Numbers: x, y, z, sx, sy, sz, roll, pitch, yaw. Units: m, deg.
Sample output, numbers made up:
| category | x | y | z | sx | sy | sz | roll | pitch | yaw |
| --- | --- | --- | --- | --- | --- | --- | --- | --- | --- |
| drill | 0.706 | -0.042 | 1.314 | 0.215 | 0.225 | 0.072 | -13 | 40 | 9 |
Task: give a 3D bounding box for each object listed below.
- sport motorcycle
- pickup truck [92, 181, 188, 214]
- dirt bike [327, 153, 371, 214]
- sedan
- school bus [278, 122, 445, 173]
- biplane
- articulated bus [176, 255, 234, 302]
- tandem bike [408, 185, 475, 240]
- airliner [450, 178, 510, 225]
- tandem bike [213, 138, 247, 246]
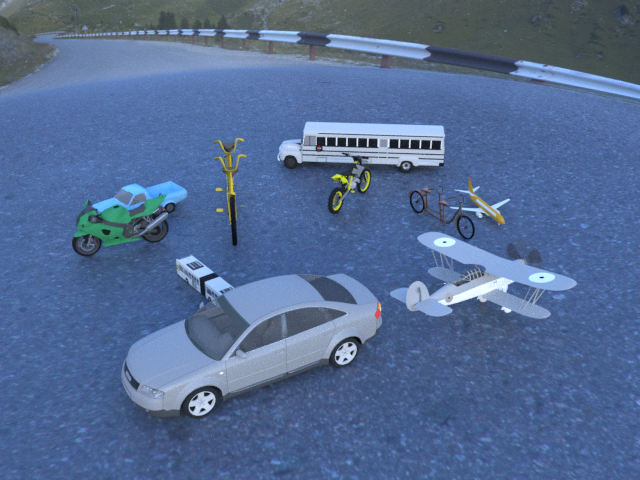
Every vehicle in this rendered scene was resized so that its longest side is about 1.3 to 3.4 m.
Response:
| category | x | y | z | sx | sy | sz | roll | pitch | yaw |
| --- | --- | --- | --- | --- | --- | --- | --- | --- | --- |
| sport motorcycle | -3.079 | -0.241 | 10.830 | 1.520 | 0.821 | 0.506 | -13 | 30 | -24 |
| pickup truck | -3.092 | -0.679 | 12.031 | 1.603 | 0.511 | 0.640 | -22 | 34 | -36 |
| dirt bike | 0.537 | -1.054 | 12.383 | 0.527 | 0.857 | 1.493 | 15 | 31 | 28 |
| sedan | -0.741 | 1.064 | 8.143 | 3.137 | 0.940 | 1.235 | -15 | 31 | -27 |
| school bus | 0.807 | -1.885 | 14.026 | 3.322 | 0.844 | 0.709 | 2 | 27 | 5 |
| biplane | 1.927 | 0.561 | 9.084 | 2.120 | 0.981 | 2.598 | -16 | 31 | -29 |
| articulated bus | -1.463 | 0.663 | 9.644 | 0.311 | 0.289 | 1.749 | -19 | 33 | -33 |
| tandem bike | 2.000 | -0.562 | 11.612 | 0.283 | 0.682 | 1.642 | -16 | 31 | -29 |
| airliner | 2.851 | -0.663 | 12.088 | 1.161 | 0.429 | 1.307 | -8 | 28 | -16 |
| tandem bike | -1.525 | -1.073 | 11.906 | 0.550 | 1.326 | 3.192 | -4 | 27 | -7 |
